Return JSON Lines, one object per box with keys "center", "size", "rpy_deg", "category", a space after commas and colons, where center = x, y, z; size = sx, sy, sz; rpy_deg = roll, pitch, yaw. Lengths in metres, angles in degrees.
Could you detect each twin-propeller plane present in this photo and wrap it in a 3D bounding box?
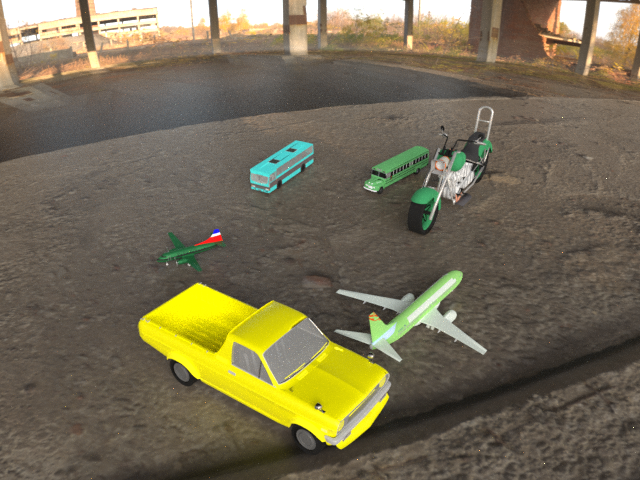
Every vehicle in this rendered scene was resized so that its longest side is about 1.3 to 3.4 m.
{"center": [-2.036, 0.120, 10.959], "size": [1.095, 0.407, 1.370], "rpy_deg": [-16, 33, -26], "category": "twin-propeller plane"}

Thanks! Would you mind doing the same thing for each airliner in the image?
{"center": [1.324, 0.780, 9.372], "size": [2.257, 0.835, 2.541], "rpy_deg": [21, 36, 32], "category": "airliner"}

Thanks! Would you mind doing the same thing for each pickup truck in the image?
{"center": [-0.719, 1.314, 8.277], "size": [3.117, 0.993, 1.244], "rpy_deg": [20, 35, 31], "category": "pickup truck"}

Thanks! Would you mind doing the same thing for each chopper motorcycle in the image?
{"center": [2.345, -1.267, 12.308], "size": [0.906, 1.480, 3.040], "rpy_deg": [18, 34, 28], "category": "chopper motorcycle"}

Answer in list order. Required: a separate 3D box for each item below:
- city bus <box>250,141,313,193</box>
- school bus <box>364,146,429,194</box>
{"center": [-0.716, -1.424, 13.611], "size": [0.476, 0.460, 1.674], "rpy_deg": [16, 33, 25], "category": "city bus"}
{"center": [1.483, -1.364, 13.533], "size": [0.365, 0.434, 1.708], "rpy_deg": [24, 37, 35], "category": "school bus"}
